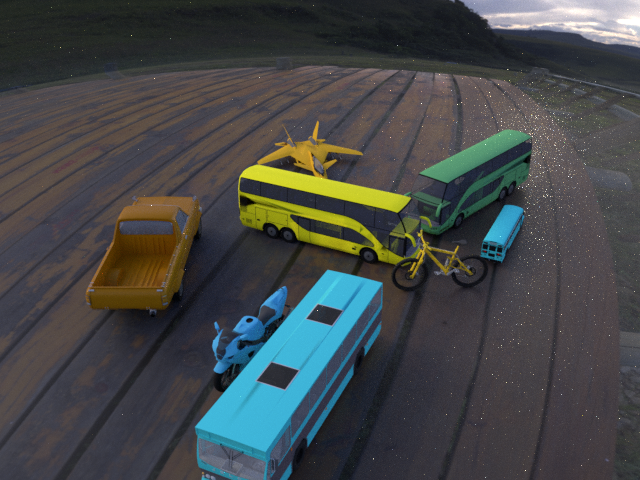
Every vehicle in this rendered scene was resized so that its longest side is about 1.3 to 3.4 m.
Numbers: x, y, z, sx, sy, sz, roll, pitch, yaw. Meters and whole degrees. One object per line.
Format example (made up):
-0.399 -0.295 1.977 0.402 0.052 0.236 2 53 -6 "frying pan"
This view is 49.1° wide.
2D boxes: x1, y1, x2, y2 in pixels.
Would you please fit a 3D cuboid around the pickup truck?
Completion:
-2.605 0.060 10.732 1.244 0.993 3.117 0 29 0 "pickup truck"

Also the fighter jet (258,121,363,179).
-0.142 -1.726 14.353 2.229 0.557 2.640 -7 30 -12 "fighter jet"

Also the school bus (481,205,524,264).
3.079 -0.153 11.680 0.365 0.434 1.708 14 32 23 "school bus"

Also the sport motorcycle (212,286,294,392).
-0.852 1.241 8.806 0.506 0.821 1.520 17 33 27 "sport motorcycle"

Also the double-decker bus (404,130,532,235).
2.754 -1.074 12.689 0.756 1.052 3.251 25 38 37 "double-decker bus"

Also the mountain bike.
1.783 0.352 10.340 1.469 0.868 0.573 -3 29 -5 "mountain bike"

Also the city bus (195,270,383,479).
-0.203 1.567 8.151 0.926 0.894 3.255 13 32 21 "city bus"

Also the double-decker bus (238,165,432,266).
0.166 -0.413 11.513 3.251 1.052 0.756 14 32 23 "double-decker bus"
